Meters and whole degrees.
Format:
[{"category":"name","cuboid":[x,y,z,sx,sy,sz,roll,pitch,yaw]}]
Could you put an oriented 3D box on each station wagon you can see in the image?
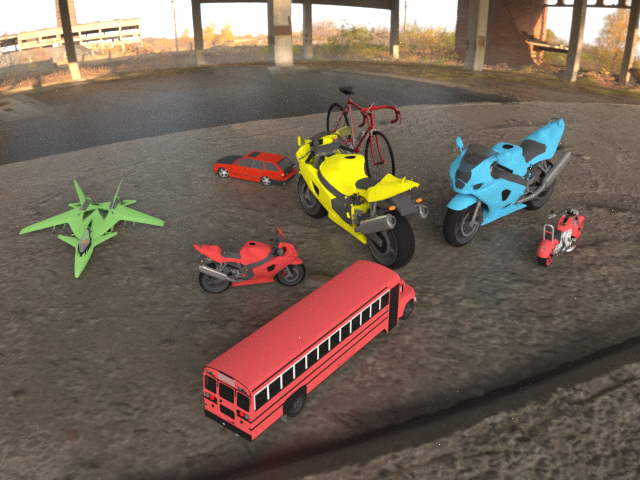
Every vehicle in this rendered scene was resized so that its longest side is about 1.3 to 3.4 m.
[{"category":"station wagon","cuboid":[-1.265,-1.421,13.344,1.597,0.473,0.682,12,30,21]}]

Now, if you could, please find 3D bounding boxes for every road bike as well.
[{"category":"road bike","cuboid":[0.715,-1.985,13.149,0.696,1.656,3.004,-11,29,-19]}]

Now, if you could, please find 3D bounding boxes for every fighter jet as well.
[{"category":"fighter jet","cuboid":[-3.609,-0.225,10.961,2.229,0.557,2.640,-3,28,-7]}]

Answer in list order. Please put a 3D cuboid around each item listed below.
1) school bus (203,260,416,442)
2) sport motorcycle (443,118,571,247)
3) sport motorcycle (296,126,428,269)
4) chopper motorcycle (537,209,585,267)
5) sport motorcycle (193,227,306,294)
[{"category":"school bus","cuboid":[0.061,1.077,8.154,0.709,0.844,3.322,19,33,32]},{"category":"sport motorcycle","cuboid":[2.984,-0.957,11.241,2.955,1.596,0.983,-23,35,-37]},{"category":"sport motorcycle","cuboid":[0.485,-0.697,10.742,0.983,1.596,2.955,-17,32,-29]},{"category":"chopper motorcycle","cuboid":[3.680,-0.137,10.572,0.466,0.761,1.563,20,34,33]},{"category":"sport motorcycle","cuboid":[-0.948,0.325,9.621,1.520,0.821,0.506,-5,28,-9]}]
